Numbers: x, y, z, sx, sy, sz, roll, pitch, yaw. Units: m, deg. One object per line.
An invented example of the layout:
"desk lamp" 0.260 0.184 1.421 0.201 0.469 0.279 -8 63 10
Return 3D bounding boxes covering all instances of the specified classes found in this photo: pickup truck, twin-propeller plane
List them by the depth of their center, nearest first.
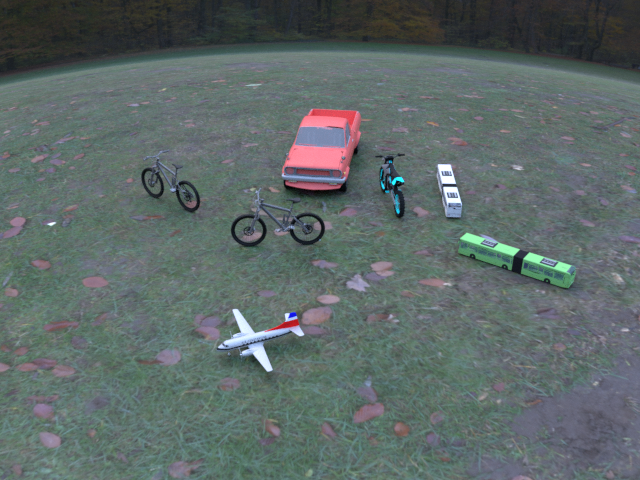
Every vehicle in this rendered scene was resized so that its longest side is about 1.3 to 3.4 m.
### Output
"twin-propeller plane" -0.762 1.171 8.685 1.095 0.407 1.370 -12 31 -20
"pickup truck" 0.097 -1.916 13.633 1.244 0.993 3.117 4 29 8

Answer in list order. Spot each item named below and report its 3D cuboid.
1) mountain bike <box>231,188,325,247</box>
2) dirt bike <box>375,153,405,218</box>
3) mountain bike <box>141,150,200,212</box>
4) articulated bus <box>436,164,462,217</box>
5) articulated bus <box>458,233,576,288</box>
"mountain bike" -0.654 -0.300 10.856 1.469 0.868 0.573 -2 29 -3
"dirt bike" 1.242 -1.026 12.174 0.527 0.857 1.493 -5 29 -9
"mountain bike" -2.621 -1.022 12.154 1.469 0.868 0.573 21 35 32
"articulated bus" 2.302 -0.901 12.533 0.311 0.289 1.749 1 29 3
"articulated bus" 2.884 0.289 10.393 1.749 0.289 0.311 20 35 31
